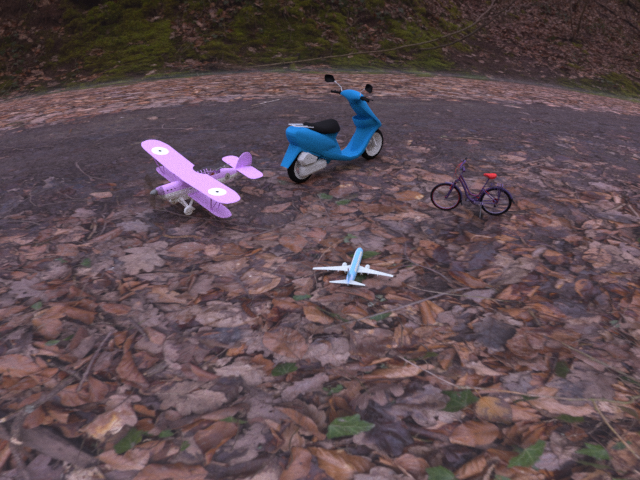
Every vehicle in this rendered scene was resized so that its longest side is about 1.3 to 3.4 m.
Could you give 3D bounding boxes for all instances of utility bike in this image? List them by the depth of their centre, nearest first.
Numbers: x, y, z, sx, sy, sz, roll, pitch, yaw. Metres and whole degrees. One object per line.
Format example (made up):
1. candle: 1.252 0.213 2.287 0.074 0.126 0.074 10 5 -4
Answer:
1. utility bike: 2.605 -0.860 11.903 1.435 0.946 0.535 6 27 13

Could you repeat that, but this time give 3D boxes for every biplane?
1. biplane: -2.010 -1.040 12.228 2.120 0.981 2.598 -22 34 -38

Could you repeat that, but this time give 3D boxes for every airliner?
1. airliner: 0.497 0.312 10.119 1.161 0.429 1.307 5 27 10

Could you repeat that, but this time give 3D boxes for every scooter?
1. scooter: 0.319 -2.193 13.646 2.721 1.786 1.288 -23 34 -38
